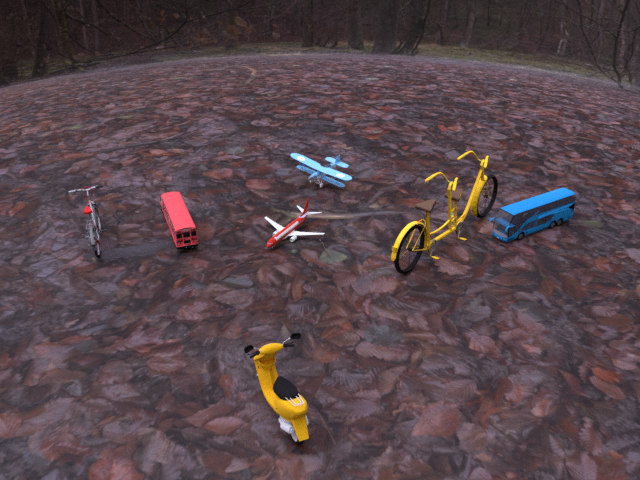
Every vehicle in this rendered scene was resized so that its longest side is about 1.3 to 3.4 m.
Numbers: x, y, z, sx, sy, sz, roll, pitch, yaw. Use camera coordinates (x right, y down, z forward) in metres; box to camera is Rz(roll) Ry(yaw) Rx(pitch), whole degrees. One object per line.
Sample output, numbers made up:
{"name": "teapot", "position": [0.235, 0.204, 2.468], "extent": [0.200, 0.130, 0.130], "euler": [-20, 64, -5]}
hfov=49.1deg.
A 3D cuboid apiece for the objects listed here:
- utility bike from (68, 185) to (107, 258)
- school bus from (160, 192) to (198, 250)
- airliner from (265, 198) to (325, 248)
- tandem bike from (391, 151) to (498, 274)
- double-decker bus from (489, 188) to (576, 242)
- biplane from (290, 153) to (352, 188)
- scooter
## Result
{"name": "utility bike", "position": [-3.642, -0.340, 11.089], "extent": [0.535, 0.946, 1.435], "euler": [-7, 30, -12]}
{"name": "school bus", "position": [-2.379, -0.379, 11.684], "extent": [0.365, 0.434, 1.708], "euler": [-10, 31, -18]}
{"name": "airliner", "position": [-0.506, -0.266, 11.487], "extent": [1.161, 0.429, 1.307], "euler": [16, 33, 26]}
{"name": "tandem bike", "position": [2.060, -0.529, 11.037], "extent": [0.550, 1.326, 3.192], "euler": [22, 36, 34]}
{"name": "double-decker bus", "position": [3.552, -0.412, 11.634], "extent": [1.672, 0.541, 0.389], "euler": [-17, 33, -28]}
{"name": "biplane", "position": [0.105, -1.318, 13.300], "extent": [1.336, 0.504, 1.090], "euler": [18, 34, 29]}
{"name": "scooter", "position": [-0.450, 1.555, 7.709], "extent": [0.662, 0.919, 1.399], "euler": [-12, 31, -21]}
